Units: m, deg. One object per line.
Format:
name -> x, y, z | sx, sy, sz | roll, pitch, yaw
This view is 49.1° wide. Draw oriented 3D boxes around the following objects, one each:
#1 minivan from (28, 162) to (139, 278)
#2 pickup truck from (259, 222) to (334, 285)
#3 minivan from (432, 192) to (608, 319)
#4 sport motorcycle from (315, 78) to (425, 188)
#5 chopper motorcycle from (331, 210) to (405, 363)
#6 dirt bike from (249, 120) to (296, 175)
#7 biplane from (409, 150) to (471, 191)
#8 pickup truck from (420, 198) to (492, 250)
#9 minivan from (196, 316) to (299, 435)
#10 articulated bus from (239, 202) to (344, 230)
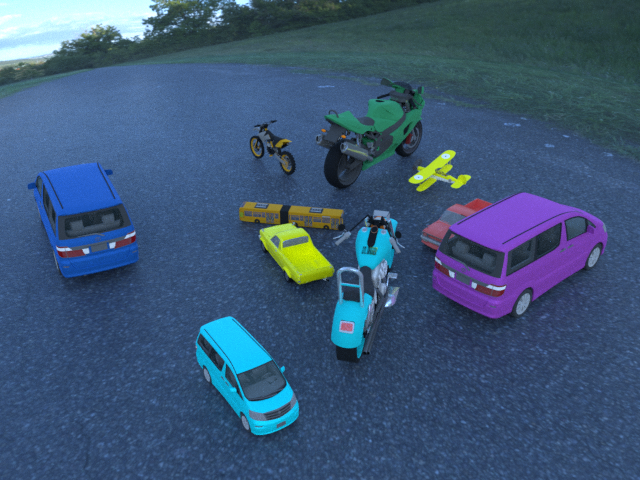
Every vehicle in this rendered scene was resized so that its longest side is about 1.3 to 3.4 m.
minivan -> -3.748, -0.527, 10.928 | 1.324, 1.197, 3.011 | -14, 32, -23
pickup truck -> -0.377, 0.152, 10.412 | 0.640, 0.511, 1.603 | -13, 31, -22
minivan -> 2.944, 0.032, 9.921 | 3.011, 1.197, 1.324 | -24, 37, -36
sport motorcycle -> 1.075, -2.041, 13.244 | 0.983, 1.596, 2.955 | 23, 37, 35
chopper motorcycle -> 0.666, 0.309, 9.130 | 0.906, 1.480, 3.040 | 7, 30, 13
dirt bike -> -0.951, -1.837, 13.640 | 0.527, 0.857, 1.493 | -21, 35, -33
biplane -> 2.187, -1.169, 12.799 | 1.090, 0.504, 1.336 | 23, 36, 35
pickup truck -> 2.303, -0.286, 11.200 | 0.640, 0.511, 1.603 | 25, 38, 37
minivan -> -0.839, 1.497, 7.879 | 0.681, 0.616, 1.548 | -18, 34, -29
articulated bus -> -0.470, -0.405, 11.643 | 1.749, 0.289, 0.311 | 5, 29, 9
